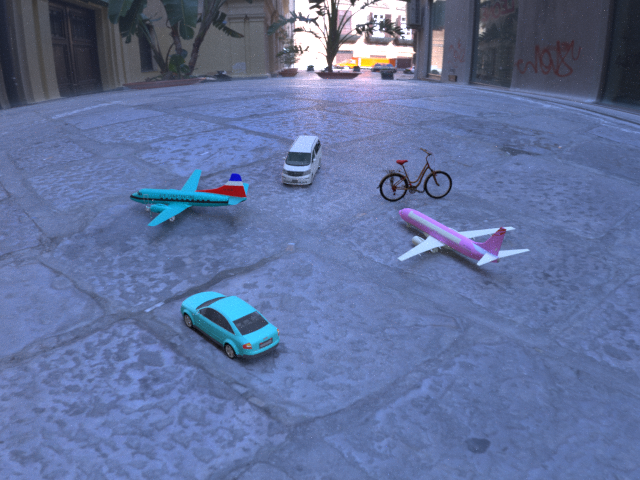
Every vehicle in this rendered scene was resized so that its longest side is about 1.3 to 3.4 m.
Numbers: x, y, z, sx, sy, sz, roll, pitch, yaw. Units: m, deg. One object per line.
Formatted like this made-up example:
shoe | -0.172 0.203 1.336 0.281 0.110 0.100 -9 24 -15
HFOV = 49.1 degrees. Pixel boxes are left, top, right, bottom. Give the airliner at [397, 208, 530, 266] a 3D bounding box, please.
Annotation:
airliner | 1.997 -0.228 10.928 2.257 0.835 2.541 -14 29 -27

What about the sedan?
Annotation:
sedan | -1.165 0.980 8.799 0.635 0.483 1.613 -21 33 -38

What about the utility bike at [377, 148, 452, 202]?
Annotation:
utility bike | 1.731 -1.194 12.830 1.435 0.946 0.535 -4 26 -8

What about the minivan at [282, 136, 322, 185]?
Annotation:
minivan | -0.355 -1.604 14.075 0.681 0.616 1.548 4 26 9

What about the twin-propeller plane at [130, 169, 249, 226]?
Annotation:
twin-propeller plane | -2.326 -0.831 12.245 2.129 0.792 2.663 3 26 7
